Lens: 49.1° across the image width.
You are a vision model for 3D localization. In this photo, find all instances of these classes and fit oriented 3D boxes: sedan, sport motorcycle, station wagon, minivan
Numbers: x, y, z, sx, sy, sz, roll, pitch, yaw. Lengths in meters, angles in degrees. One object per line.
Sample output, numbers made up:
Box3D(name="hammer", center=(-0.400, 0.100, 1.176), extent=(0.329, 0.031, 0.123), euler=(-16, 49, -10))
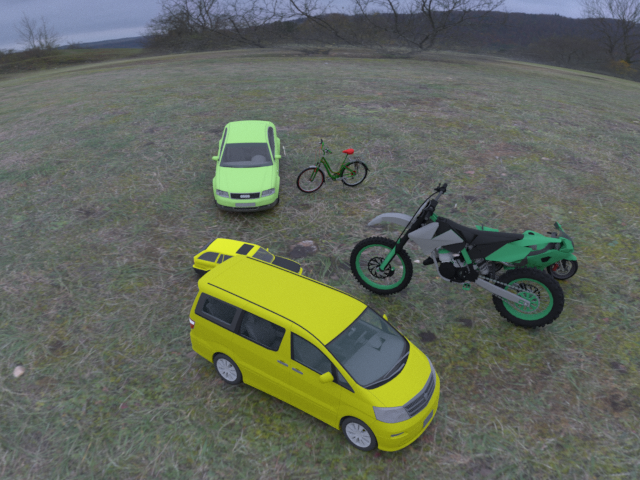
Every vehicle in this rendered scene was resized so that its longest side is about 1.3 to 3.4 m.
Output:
Box3D(name="sedan", center=(-1.336, -1.528, 12.995), extent=(1.235, 0.940, 3.137), euler=(-2, 30, -3))
Box3D(name="sport motorcycle", center=(2.993, 0.171, 10.178), extent=(1.520, 0.821, 0.506), euler=(5, 30, 9))
Box3D(name="station wagon", center=(-1.050, 0.341, 10.230), extent=(1.597, 0.473, 0.682), euler=(11, 32, 18))
Box3D(name="minivan", center=(-0.088, 1.203, 8.019), extent=(3.011, 1.197, 1.324), euler=(19, 35, 29))

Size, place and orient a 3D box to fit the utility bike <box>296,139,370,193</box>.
Box3D(name="utility bike", center=(0.271, -1.305, 12.604), extent=(1.435, 0.946, 0.535), euler=(-10, 32, -17))

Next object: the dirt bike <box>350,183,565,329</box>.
Box3D(name="dirt bike", center=(1.766, 0.241, 9.213), extent=(2.903, 1.666, 1.024), euler=(11, 32, 19))
